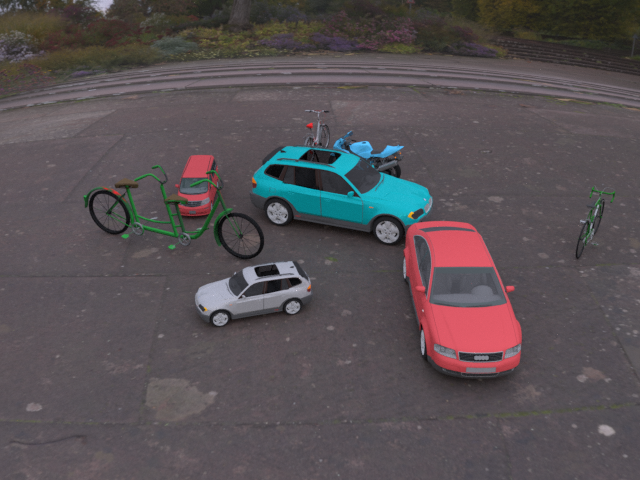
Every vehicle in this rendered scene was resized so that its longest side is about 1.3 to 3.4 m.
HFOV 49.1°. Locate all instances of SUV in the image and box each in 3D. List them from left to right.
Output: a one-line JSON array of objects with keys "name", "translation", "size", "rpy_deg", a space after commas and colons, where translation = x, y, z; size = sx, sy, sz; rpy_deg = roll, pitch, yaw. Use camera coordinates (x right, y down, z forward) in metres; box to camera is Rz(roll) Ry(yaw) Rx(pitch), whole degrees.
[{"name": "SUV", "translation": [-0.881, 0.671, 9.333], "size": [1.572, 0.580, 0.656], "rpy_deg": [-8, 29, -15]}, {"name": "SUV", "translation": [0.343, -0.835, 11.596], "size": [3.058, 1.128, 1.276], "rpy_deg": [10, 30, 19]}]

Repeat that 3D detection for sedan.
[{"name": "sedan", "translation": [1.797, 0.569, 9.141], "size": [1.235, 0.940, 3.137], "rpy_deg": [0, 28, 0]}]

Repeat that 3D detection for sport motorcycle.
[{"name": "sport motorcycle", "translation": [0.853, -1.549, 13.276], "size": [1.520, 0.821, 0.506], "rpy_deg": [13, 30, 23]}]

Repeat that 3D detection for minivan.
[{"name": "minivan", "translation": [-2.163, -0.970, 12.401], "size": [0.681, 0.616, 1.548], "rpy_deg": [-1, 28, -1]}]

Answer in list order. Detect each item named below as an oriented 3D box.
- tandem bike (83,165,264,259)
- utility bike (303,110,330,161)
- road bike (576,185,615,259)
[{"name": "tandem bike", "translation": [-2.316, -0.497, 10.746], "size": [3.192, 1.326, 0.550], "rpy_deg": [10, 29, 18]}, {"name": "utility bike", "translation": [-0.118, -2.157, 14.293], "size": [0.535, 0.946, 1.435], "rpy_deg": [10, 30, 19]}, {"name": "road bike", "translation": [4.231, -0.301, 10.883], "size": [0.358, 0.852, 1.545], "rpy_deg": [17, 32, 29]}]
